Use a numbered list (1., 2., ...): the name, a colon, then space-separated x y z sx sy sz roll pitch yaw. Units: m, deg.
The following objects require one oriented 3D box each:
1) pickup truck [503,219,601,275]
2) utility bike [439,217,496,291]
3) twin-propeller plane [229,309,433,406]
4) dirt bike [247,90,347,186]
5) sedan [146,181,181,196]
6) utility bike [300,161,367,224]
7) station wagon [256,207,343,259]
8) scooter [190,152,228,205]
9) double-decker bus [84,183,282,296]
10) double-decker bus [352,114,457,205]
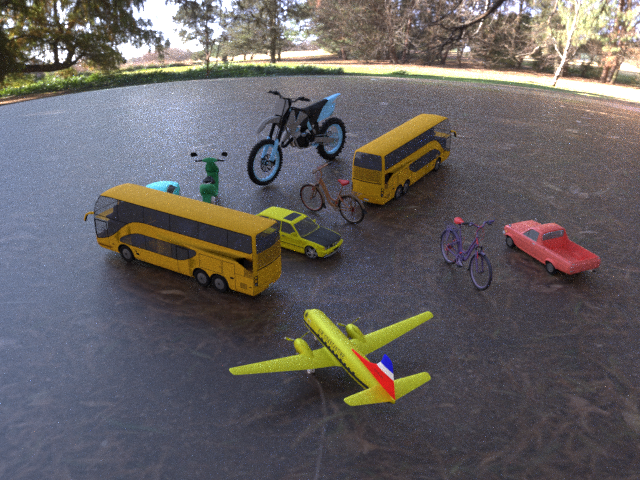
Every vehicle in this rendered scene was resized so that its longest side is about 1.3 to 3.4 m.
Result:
1. pickup truck: 3.503 0.060 10.681 0.640 0.511 1.603 -11 28 -21
2. utility bike: 2.155 0.072 10.159 0.535 0.946 1.435 -9 27 -18
3. twin-propeller plane: 0.292 1.200 8.013 2.663 0.792 2.129 -12 29 -24
4. dirt bike: -0.393 -2.135 13.874 1.024 1.666 2.903 20 32 35
5. sedan: -2.851 -0.757 12.393 0.635 0.483 1.613 -1 26 -2
6. utility bike: 0.182 -0.787 11.926 1.435 0.946 0.535 18 31 33
7. station wagon: -0.404 -0.155 11.166 1.597 0.473 0.682 17 30 30
8. scooter: -1.977 -1.083 12.565 0.662 0.919 1.399 -1 26 -2
9. double-decker bus: -2.056 -0.068 10.326 3.251 1.052 0.756 15 30 28
10. double-decker bus: 1.673 -1.640 13.559 0.756 1.052 3.251 15 30 28
